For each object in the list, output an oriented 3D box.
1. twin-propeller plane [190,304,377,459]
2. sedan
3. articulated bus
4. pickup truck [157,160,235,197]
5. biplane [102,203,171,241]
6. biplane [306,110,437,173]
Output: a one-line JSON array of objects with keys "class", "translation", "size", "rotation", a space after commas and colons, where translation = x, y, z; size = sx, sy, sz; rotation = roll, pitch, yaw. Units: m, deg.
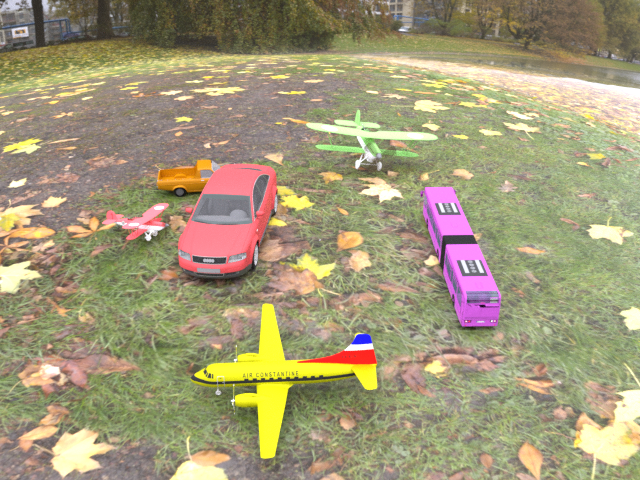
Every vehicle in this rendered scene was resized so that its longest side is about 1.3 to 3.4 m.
[{"class": "twin-propeller plane", "translation": [-0.409, 1.417, 7.928], "size": [2.129, 0.792, 2.663], "rotation": [-2, 29, -3]}, {"class": "sedan", "translation": [-1.421, -0.477, 11.199], "size": [1.235, 0.940, 3.137], "rotation": [3, 29, 5]}, {"class": "articulated bus", "translation": [2.046, 0.123, 10.505], "size": [0.605, 0.561, 3.401], "rotation": [-1, 29, -1]}, {"class": "pickup truck", "translation": [-2.195, -1.170, 12.895], "size": [1.603, 0.511, 0.640], "rotation": [-4, 29, -7]}, {"class": "biplane", "translation": [-2.932, -0.285, 11.301], "size": [1.090, 0.504, 1.336], "rotation": [7, 30, 12]}, {"class": "biplane", "translation": [0.968, -2.001, 13.912], "size": [2.598, 0.981, 2.120], "rotation": [-5, 29, -9]}]
